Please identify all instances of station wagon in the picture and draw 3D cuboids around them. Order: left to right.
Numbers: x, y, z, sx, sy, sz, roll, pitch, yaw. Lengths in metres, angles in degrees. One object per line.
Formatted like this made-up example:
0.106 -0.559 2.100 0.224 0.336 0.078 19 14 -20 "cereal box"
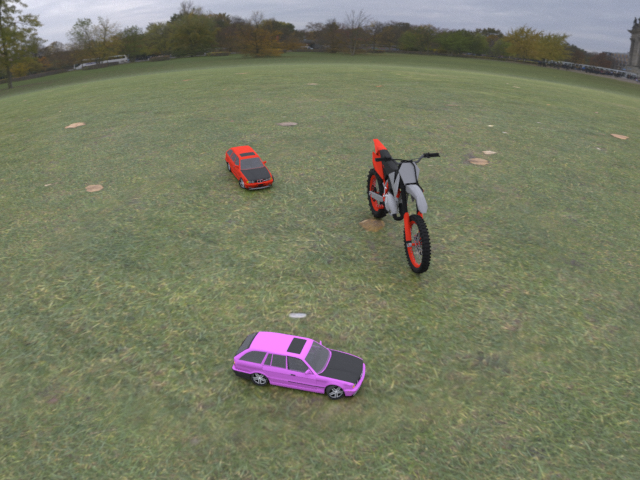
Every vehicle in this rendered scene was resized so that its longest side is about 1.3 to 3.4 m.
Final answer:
-1.445 -1.498 14.120 0.682 0.473 1.597 -11 30 -19 "station wagon"
-0.244 1.478 8.516 1.597 0.473 0.682 7 29 14 "station wagon"

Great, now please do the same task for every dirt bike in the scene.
1.266 -0.717 11.377 1.024 1.666 2.903 -6 29 -12 "dirt bike"
